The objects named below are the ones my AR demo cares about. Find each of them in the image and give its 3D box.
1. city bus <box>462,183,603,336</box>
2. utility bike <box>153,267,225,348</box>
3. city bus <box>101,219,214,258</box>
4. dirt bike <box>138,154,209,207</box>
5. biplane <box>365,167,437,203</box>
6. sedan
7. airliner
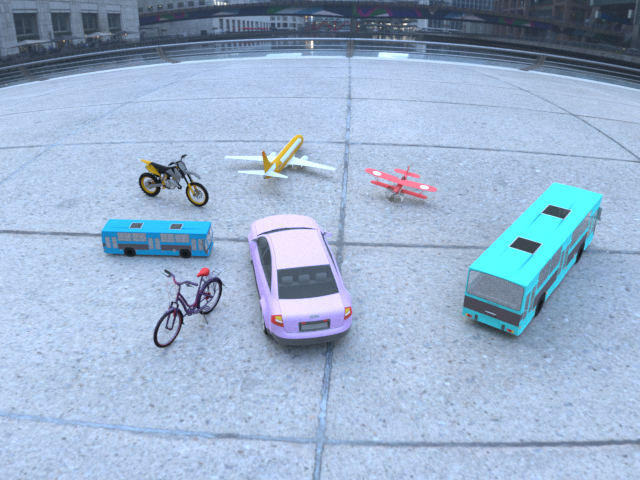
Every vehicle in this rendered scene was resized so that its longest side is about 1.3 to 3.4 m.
[{"bbox_3d":[3.177,0.207,10.232,0.926,0.894,3.255,20,35,30],"label":"city bus"},{"bbox_3d":[-1.667,0.779,9.178,0.535,0.946,1.435,16,34,26],"label":"utility bike"},{"bbox_3d":[-2.554,-0.019,11.064,1.674,0.460,0.476,2,30,3],"label":"city bus"},{"bbox_3d":[-2.644,-1.082,12.524,1.493,0.857,0.527,13,32,21],"label":"dirt bike"},{"bbox_3d":[1.507,-1.034,12.794,1.336,0.504,1.090,10,31,17],"label":"biplane"},{"bbox_3d":[-0.353,0.333,9.965,1.235,0.940,3.137,-5,30,-9],"label":"sedan"},{"bbox_3d":[-0.720,-1.797,13.797,2.257,0.835,2.541,8,31,13],"label":"airliner"}]
